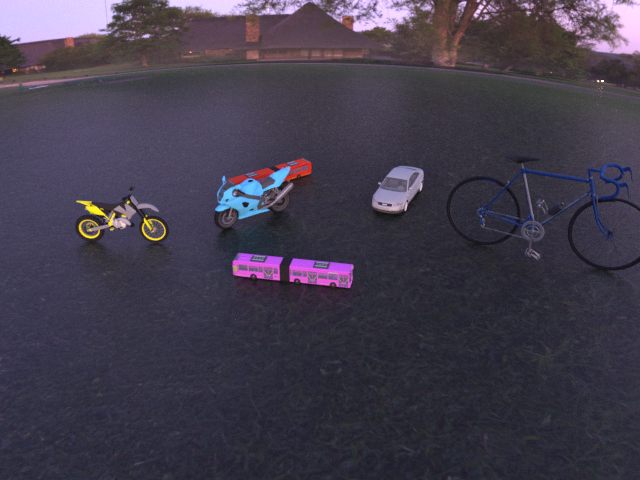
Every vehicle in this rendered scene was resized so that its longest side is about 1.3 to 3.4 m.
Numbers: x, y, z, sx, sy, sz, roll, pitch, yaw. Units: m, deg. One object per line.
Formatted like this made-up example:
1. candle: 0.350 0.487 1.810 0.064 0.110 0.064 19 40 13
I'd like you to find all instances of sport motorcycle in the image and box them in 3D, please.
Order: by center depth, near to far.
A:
1. sport motorcycle: -1.114 -0.713 11.674 1.520 0.821 0.506 -20 34 -33

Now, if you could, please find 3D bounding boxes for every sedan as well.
1. sedan: 1.404 -0.959 12.500 0.635 0.483 1.613 11 30 20

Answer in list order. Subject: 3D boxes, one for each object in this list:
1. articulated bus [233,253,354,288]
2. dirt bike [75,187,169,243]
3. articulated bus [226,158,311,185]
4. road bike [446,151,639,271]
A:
1. articulated bus: -0.384 0.437 10.073 1.749 0.289 0.311 5 28 10
2. dirt bike: -3.120 -0.349 10.949 1.493 0.857 0.527 1 28 2
3. articulated bus: -0.931 -1.193 13.151 1.749 0.289 0.311 -20 34 -33
4. road bike: 3.353 -0.481 10.344 3.004 1.656 0.697 12 30 22
